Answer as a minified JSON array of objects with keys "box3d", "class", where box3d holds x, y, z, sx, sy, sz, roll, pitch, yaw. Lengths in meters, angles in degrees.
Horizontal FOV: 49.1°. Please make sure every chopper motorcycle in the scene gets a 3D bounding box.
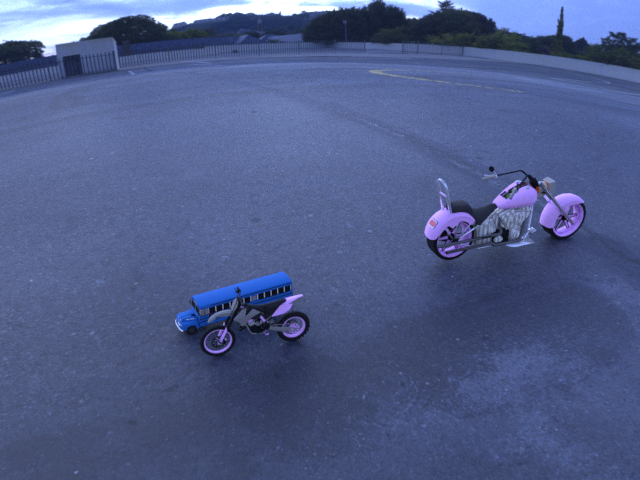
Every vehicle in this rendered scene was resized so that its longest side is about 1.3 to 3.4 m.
[{"box3d":[3.107,-0.509,11.421,3.040,1.480,0.906,-11,30,-19],"class":"chopper motorcycle"}]

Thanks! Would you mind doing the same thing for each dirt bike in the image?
[{"box3d":[-0.844,1.072,9.172,1.493,0.857,0.527,-9,30,-17],"class":"dirt bike"}]

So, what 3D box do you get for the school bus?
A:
[{"box3d":[-1.216,0.885,9.957,1.708,0.434,0.365,-14,32,-25],"class":"school bus"}]
